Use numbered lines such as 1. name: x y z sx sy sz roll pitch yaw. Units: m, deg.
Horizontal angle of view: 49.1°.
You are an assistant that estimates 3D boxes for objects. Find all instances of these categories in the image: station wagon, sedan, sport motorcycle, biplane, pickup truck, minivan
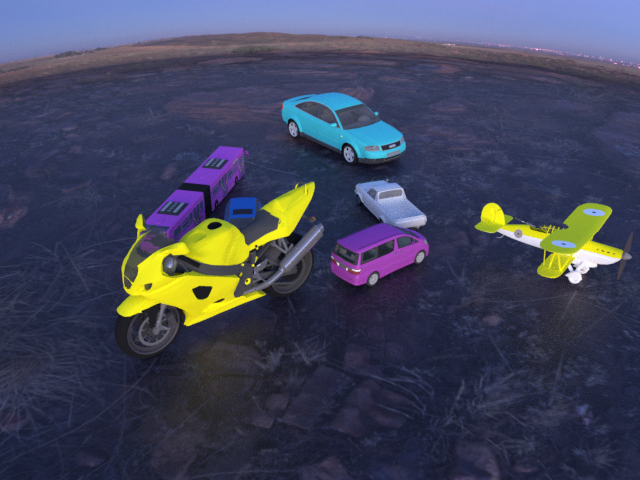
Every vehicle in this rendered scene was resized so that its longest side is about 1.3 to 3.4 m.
1. station wagon: -1.175 -0.211 10.744 0.682 0.473 1.597 -2 29 -4
2. sedan: 0.432 -2.390 14.235 1.235 0.940 3.137 -21 35 -33
3. sport motorcycle: -1.198 0.326 8.596 2.955 1.596 0.983 -23 36 -35
4. biplane: 3.285 -0.028 9.882 2.120 0.981 2.598 17 33 28
5. pickup truck: 1.128 -0.616 11.444 0.640 0.511 1.603 -10 30 -18
6. minivan: 0.888 0.126 9.981 1.548 0.616 0.681 -22 36 -34

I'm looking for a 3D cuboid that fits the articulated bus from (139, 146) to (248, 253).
1. articulated bus: -2.001 -0.718 11.578 0.605 0.561 3.401 6 29 12
